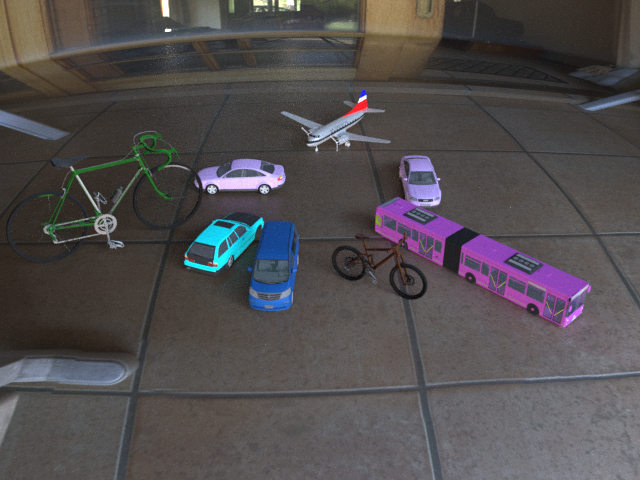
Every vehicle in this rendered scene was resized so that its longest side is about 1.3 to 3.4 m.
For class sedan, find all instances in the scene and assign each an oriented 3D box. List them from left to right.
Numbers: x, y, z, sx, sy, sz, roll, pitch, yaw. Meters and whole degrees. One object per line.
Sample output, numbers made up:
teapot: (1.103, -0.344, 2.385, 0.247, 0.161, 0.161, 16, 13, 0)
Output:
sedan: (-1.425, -1.156, 12.455, 1.613, 0.483, 0.635, 0, 32, 0)
sedan: (1.762, -1.086, 12.342, 0.635, 0.483, 1.613, 0, 32, 0)

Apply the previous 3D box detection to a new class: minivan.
minivan: (-0.636, 0.347, 9.888, 0.681, 0.616, 1.548, 2, 32, 3)

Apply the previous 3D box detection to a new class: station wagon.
station wagon: (-1.428, -0.053, 10.673, 0.682, 0.473, 1.597, 12, 34, 19)

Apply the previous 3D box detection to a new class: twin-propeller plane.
twin-propeller plane: (0.383, -2.418, 14.209, 2.663, 0.792, 2.129, 21, 37, 30)

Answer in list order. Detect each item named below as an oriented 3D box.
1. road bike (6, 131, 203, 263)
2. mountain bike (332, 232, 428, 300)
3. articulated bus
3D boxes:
road bike: (-3.173, -0.642, 10.503, 3.004, 1.656, 0.696, -18, 36, -26)
mountain bike: (0.810, 0.321, 9.691, 1.469, 0.868, 0.573, 17, 35, 25)
articulated bus: (2.203, 0.232, 10.128, 0.605, 0.561, 3.401, -27, 40, -36)
